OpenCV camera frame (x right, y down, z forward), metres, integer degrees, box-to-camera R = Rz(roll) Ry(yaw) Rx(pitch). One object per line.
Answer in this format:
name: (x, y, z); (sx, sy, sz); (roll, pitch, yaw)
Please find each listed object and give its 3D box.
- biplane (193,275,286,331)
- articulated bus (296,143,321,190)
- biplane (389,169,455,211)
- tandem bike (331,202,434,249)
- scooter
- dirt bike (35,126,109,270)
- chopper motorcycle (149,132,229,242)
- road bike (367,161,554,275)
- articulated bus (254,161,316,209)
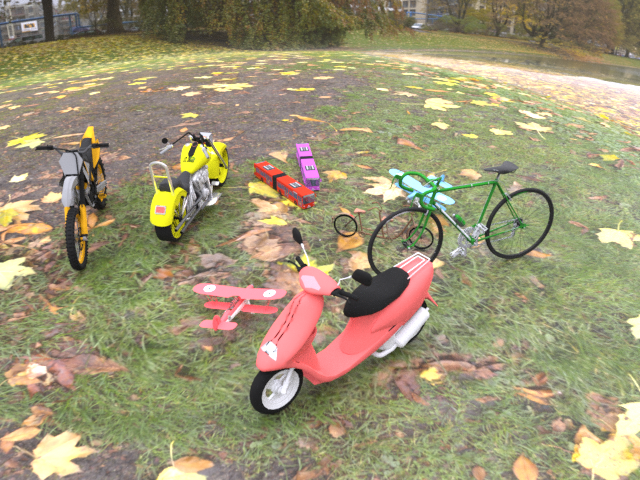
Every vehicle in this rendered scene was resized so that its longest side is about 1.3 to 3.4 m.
biplane: (-1.115, 0.857, 9.005); (1.336, 0.504, 1.090); (11, 31, 19)
articulated bus: (-0.242, -1.408, 13.285); (0.311, 0.289, 1.749); (-4, 29, -7)
biplane: (1.829, -0.845, 12.056); (1.336, 0.504, 1.090); (25, 38, 37)
tandem bike: (0.957, -0.256, 10.818); (1.642, 0.682, 0.283); (10, 31, 17)
scooter: (0.339, 0.779, 7.830); (2.721, 1.786, 1.288); (-21, 35, -33)
dirt bike: (-3.629, -0.815, 10.810); (1.024, 1.666, 2.903); (-4, 29, -7)
chopper motorcycle: (-2.086, -1.131, 11.567); (0.906, 1.480, 3.040); (5, 30, 9)
road bike: (2.065, -0.299, 9.896); (3.004, 1.656, 0.696); (-10, 31, -17)
articulated bus: (-0.662, -1.008, 12.568); (0.311, 0.289, 1.749); (-18, 34, -29)
